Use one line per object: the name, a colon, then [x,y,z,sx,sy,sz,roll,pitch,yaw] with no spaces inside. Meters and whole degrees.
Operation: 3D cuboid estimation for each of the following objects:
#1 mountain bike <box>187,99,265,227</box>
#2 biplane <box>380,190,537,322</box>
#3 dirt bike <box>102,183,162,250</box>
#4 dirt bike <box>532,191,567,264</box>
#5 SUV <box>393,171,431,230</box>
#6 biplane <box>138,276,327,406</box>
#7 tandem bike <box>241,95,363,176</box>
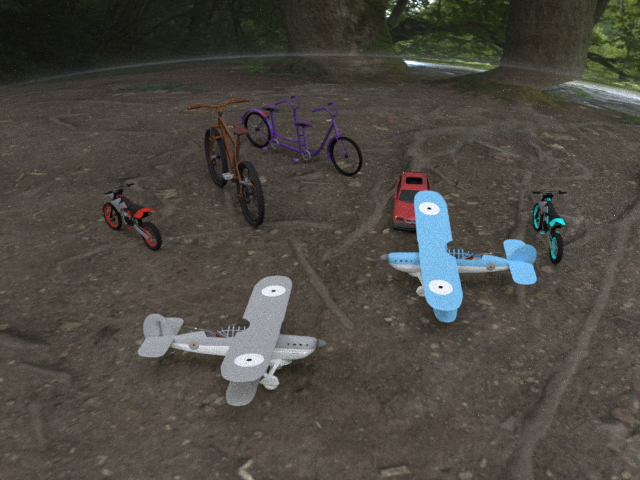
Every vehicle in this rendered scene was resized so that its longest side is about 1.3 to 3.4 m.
mountain bike: [-1.521,-1.401,12.011,1.114,1.688,2.857,-13,31,-22]
biplane: [1.884,0.313,9.601,2.120,0.981,2.598,1,29,2]
dirt bike: [-3.005,-0.391,11.023,1.493,0.857,0.527,23,36,35]
dirt bike: [3.537,-0.296,10.848,0.527,0.857,1.493,0,29,1]
SUV: [1.572,-0.679,11.842,0.656,0.580,1.572,4,29,7]
biplane: [-0.978,1.148,8.065,2.120,0.981,2.598,2,29,4]
tandem bike: [-0.430,-2.195,13.849,3.192,1.326,0.550,22,35,34]
